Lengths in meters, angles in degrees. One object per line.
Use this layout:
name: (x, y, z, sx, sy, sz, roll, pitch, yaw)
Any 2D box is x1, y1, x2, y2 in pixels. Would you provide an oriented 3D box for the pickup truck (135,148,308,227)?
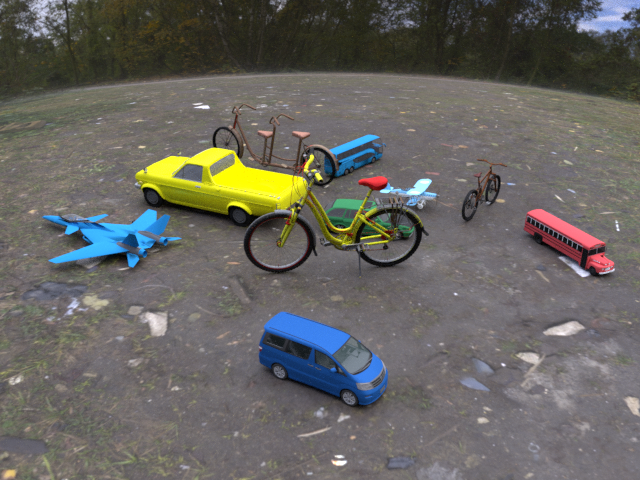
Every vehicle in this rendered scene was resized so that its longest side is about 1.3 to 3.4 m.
pickup truck: (-1.813, -1.056, 12.611, 3.117, 0.993, 1.244, 12, 29, 23)

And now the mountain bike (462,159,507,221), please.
mountain bike: (2.899, -0.905, 12.446, 0.573, 0.868, 1.469, 19, 32, 33)

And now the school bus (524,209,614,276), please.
school bus: (3.931, 0.024, 11.063, 0.365, 0.434, 1.708, -12, 29, -23)

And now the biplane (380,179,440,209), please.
biplane: (1.647, -0.856, 12.757, 1.090, 0.504, 1.336, 9, 28, 17)

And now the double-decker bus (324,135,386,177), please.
double-decker bus: (0.731, -1.772, 14.562, 0.389, 0.541, 1.672, 21, 33, 35)

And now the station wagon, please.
station wagon: (0.819, -0.379, 11.830, 1.597, 0.473, 0.682, 6, 27, 12)

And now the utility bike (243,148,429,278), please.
utility bike: (0.276, -0.310, 10.155, 2.791, 1.839, 1.039, -3, 27, -6)

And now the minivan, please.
minivan: (0.041, 1.362, 8.162, 1.548, 0.616, 0.681, 15, 30, 27)

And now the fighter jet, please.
fighter jet: (-3.681, -0.264, 11.504, 2.640, 0.557, 2.229, 14, 30, 26)

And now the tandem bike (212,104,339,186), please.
tandem bike: (-0.971, -1.954, 14.045, 3.192, 1.326, 0.550, 17, 31, 30)
